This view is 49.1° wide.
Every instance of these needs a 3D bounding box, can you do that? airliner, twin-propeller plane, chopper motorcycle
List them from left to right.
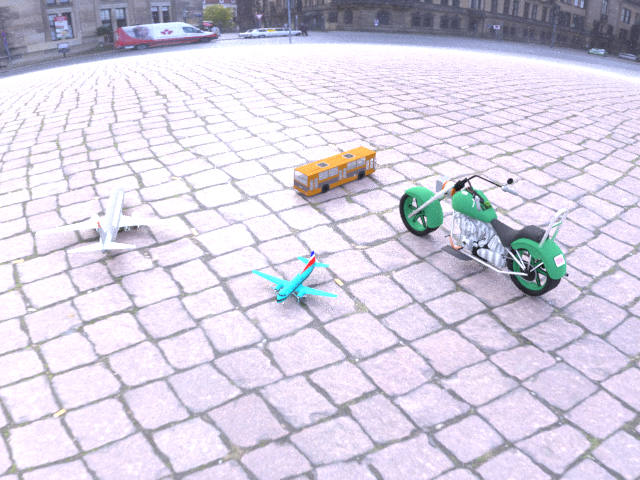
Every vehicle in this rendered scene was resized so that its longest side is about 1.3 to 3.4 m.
[{"bbox_3d":[-3.359,-0.491,11.225,2.257,0.835,2.541,-4,30,-7],"label":"airliner"},{"bbox_3d":[-0.323,0.540,9.879,1.370,0.407,1.095,15,33,24],"label":"twin-propeller plane"},{"bbox_3d":[2.303,-0.307,10.268,0.906,1.480,3.040,-21,36,-31],"label":"chopper motorcycle"}]

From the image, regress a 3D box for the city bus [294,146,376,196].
[{"bbox_3d":[0.294,-1.261,12.921,1.674,0.460,0.476,-23,37,-33],"label":"city bus"}]
